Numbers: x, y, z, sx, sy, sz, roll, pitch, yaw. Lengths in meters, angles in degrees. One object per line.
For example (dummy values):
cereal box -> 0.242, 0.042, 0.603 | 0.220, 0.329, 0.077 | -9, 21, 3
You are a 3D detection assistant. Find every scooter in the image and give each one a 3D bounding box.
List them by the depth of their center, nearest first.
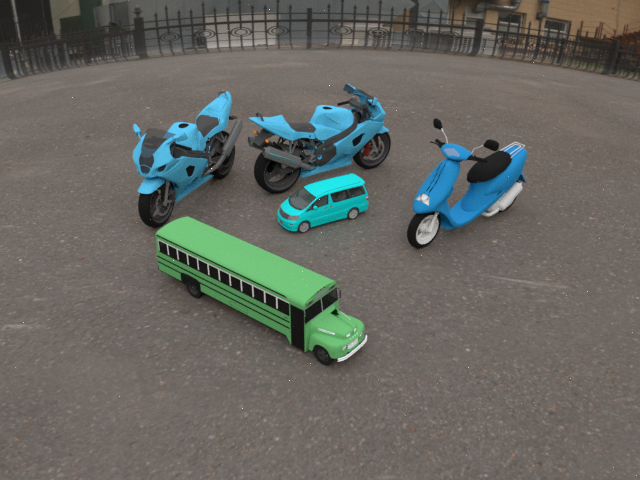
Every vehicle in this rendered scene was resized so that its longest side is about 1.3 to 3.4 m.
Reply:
scooter -> 2.417, -0.990, 11.124 | 2.721, 1.786, 1.288 | -22, 37, -32

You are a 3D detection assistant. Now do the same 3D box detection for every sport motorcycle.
sport motorcycle -> -2.261, -1.438, 12.075 | 0.983, 1.596, 2.955 | 12, 32, 19
sport motorcycle -> 0.079, -1.820, 12.725 | 2.955, 1.596, 0.983 | -17, 34, -26

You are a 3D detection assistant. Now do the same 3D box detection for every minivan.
minivan -> 0.042, -0.627, 11.662 | 1.548, 0.616, 0.681 | -16, 34, -25

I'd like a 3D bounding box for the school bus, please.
school bus -> -0.845, 0.607, 9.334 | 3.322, 0.844, 0.709 | 22, 37, 33
